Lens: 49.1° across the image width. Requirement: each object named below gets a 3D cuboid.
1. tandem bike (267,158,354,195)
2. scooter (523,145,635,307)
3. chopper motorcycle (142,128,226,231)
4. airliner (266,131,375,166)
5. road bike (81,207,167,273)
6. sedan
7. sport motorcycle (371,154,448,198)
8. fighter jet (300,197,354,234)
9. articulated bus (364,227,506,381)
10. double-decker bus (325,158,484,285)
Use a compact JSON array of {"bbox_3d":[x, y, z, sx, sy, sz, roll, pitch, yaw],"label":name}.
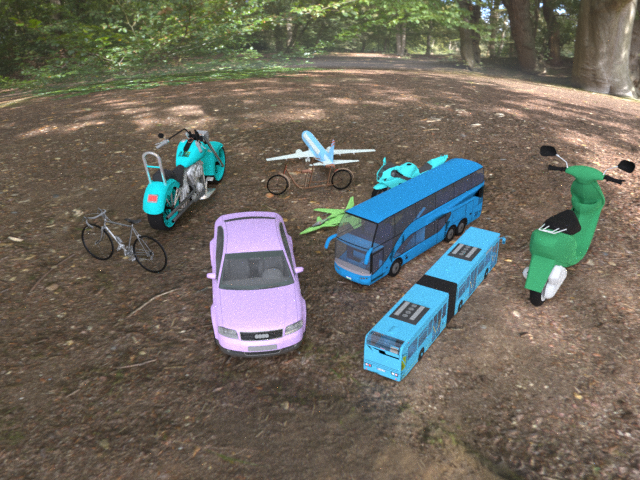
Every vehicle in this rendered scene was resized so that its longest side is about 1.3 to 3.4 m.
[{"bbox_3d":[-0.168,-1.189,12.812,1.642,0.682,0.283,-6,27,-12],"label":"tandem bike"},{"bbox_3d":[3.494,-0.279,9.784,1.288,1.786,2.721,17,31,30],"label":"scooter"},{"bbox_3d":[-2.268,-1.272,12.090,0.906,1.480,3.040,6,27,11],"label":"chopper motorcycle"},{"bbox_3d":[-0.037,-2.002,14.253,2.257,0.835,2.541,-7,28,-13],"label":"airliner"},{"bbox_3d":[-2.896,0.009,10.251,1.545,0.852,0.358,11,29,21],"label":"road bike"},{"bbox_3d":[-0.881,0.392,9.395,1.235,0.940,3.137,-4,27,-7],"label":"sedan"},{"bbox_3d":[1.591,-1.058,12.397,1.520,0.821,0.506,-12,29,-22],"label":"sport motorcycle"},{"bbox_3d":[0.196,-0.366,11.620,1.358,0.286,1.147,-20,33,-35],"label":"fighter jet"},{"bbox_3d":[1.584,0.708,9.189,0.605,0.561,3.401,15,31,28],"label":"articulated bus"},{"bbox_3d":[1.417,-0.324,10.687,0.756,1.052,3.251,22,34,36],"label":"double-decker bus"}]
